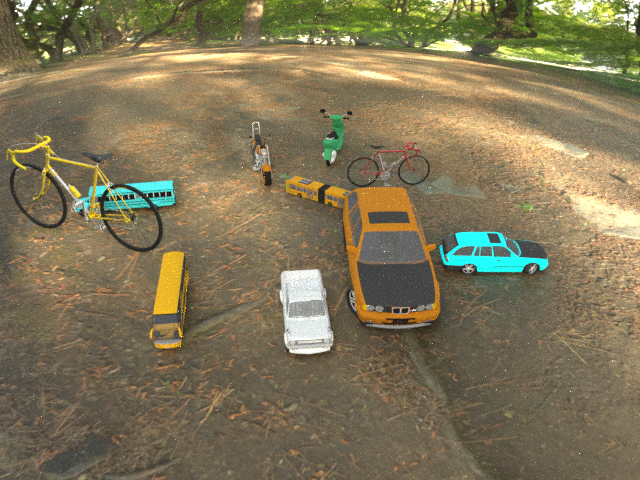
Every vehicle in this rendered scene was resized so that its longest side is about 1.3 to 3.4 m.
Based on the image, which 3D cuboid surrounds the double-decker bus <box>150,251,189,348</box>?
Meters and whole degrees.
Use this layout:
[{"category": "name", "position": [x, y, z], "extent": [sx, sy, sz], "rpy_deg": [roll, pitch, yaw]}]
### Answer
[{"category": "double-decker bus", "position": [-2.012, 0.802, 9.473], "extent": [0.389, 0.541, 1.672], "rpy_deg": [-3, 31, -5]}]

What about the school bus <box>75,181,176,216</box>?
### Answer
[{"category": "school bus", "position": [-3.388, -0.733, 12.176], "extent": [1.708, 0.434, 0.365], "rpy_deg": [-5, 31, -9]}]

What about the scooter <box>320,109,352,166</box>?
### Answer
[{"category": "scooter", "position": [0.287, -2.107, 14.023], "extent": [0.662, 0.919, 1.399], "rpy_deg": [6, 31, 11]}]

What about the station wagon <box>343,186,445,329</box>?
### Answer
[{"category": "station wagon", "position": [0.994, 0.094, 10.297], "extent": [1.327, 0.920, 3.105], "rpy_deg": [-1, 31, -2]}]

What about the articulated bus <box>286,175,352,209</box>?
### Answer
[{"category": "articulated bus", "position": [0.172, -0.793, 12.420], "extent": [1.749, 0.289, 0.311], "rpy_deg": [18, 35, 28]}]

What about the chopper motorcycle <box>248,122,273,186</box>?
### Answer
[{"category": "chopper motorcycle", "position": [-1.121, -1.661, 13.424], "extent": [0.466, 0.761, 1.563], "rpy_deg": [-7, 31, -11]}]

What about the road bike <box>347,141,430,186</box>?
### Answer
[{"category": "road bike", "position": [1.268, -1.380, 12.859], "extent": [1.545, 0.852, 0.358], "rpy_deg": [-2, 31, -4]}]

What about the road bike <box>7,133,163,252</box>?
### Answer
[{"category": "road bike", "position": [-3.753, -0.732, 10.974], "extent": [3.004, 1.656, 0.697], "rpy_deg": [13, 33, 20]}]

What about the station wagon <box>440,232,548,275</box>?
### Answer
[{"category": "station wagon", "position": [2.643, 0.170, 10.608], "extent": [1.597, 0.473, 0.682], "rpy_deg": [0, 31, 1]}]

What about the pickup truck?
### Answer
[{"category": "pickup truck", "position": [-0.201, 0.881, 9.369], "extent": [0.640, 0.511, 1.603], "rpy_deg": [-3, 31, -5]}]
